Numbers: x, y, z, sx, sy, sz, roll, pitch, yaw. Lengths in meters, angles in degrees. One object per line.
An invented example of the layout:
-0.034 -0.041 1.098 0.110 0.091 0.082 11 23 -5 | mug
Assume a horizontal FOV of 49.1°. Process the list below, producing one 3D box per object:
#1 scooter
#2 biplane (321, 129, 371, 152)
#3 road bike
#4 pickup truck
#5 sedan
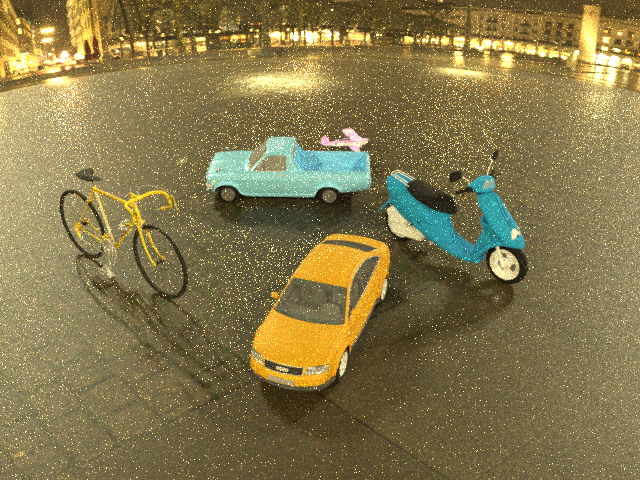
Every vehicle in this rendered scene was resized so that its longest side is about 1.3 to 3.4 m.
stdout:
2.040 -0.483 10.799 2.721 1.786 1.288 24 37 36 | scooter
0.555 -2.109 15.026 1.090 0.504 1.336 -5 30 -9 | biplane
-3.017 -0.181 10.392 3.004 1.656 0.696 21 36 33 | road bike
-0.577 -1.355 13.175 3.117 0.993 1.244 1 29 2 | pickup truck
0.081 0.776 9.413 1.235 0.940 3.137 10 31 18 | sedan
